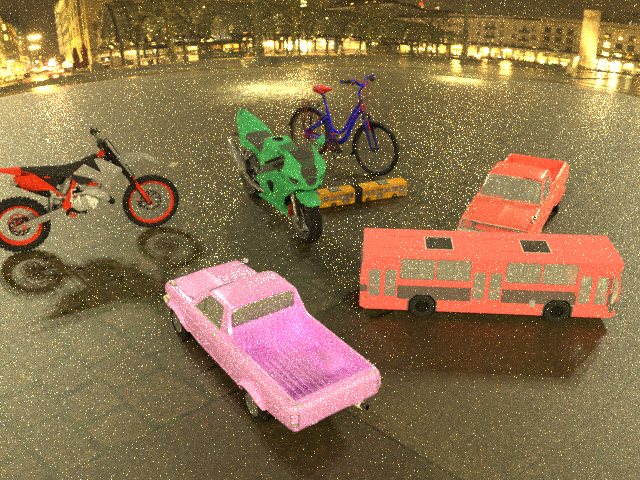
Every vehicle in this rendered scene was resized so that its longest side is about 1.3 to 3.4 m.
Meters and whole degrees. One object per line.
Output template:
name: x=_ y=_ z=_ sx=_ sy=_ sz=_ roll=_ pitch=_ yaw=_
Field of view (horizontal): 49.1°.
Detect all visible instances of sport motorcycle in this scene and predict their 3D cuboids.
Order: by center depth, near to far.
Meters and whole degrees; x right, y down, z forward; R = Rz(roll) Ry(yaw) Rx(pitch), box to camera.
sport motorcycle: x=-0.708 y=-1.120 z=11.538 sx=0.983 sy=1.596 sz=2.955 roll=-13 pitch=30 yaw=-25

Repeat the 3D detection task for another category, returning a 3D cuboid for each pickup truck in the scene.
pickup truck: x=-0.679 y=1.013 z=8.007 sx=1.244 sy=0.993 sz=3.117 roll=-18 pitch=32 yaw=-31
pickup truck: x=3.252 y=-0.755 z=11.485 sx=1.244 sy=0.993 sz=3.117 roll=13 pitch=30 yaw=24

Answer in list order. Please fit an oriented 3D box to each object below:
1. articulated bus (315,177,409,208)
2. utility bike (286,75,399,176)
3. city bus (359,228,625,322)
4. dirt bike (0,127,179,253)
articulated bus: x=0.731 y=-0.839 z=12.429 sx=1.749 sy=0.289 sz=0.311 roll=-10 pitch=28 yaw=-18
utility bike: x=0.454 y=-2.368 z=13.727 sx=2.791 sy=1.839 sz=1.039 roll=20 pitch=33 yaw=34
city bus: x=2.159 y=0.459 z=9.205 sx=3.255 sy=0.894 sz=0.926 roll=2 pitch=27 yaw=4
dirt bike: x=-3.633 y=-0.765 z=10.762 sx=2.903 sy=1.666 sz=1.024 roll=-12 pitch=29 yaw=-22
